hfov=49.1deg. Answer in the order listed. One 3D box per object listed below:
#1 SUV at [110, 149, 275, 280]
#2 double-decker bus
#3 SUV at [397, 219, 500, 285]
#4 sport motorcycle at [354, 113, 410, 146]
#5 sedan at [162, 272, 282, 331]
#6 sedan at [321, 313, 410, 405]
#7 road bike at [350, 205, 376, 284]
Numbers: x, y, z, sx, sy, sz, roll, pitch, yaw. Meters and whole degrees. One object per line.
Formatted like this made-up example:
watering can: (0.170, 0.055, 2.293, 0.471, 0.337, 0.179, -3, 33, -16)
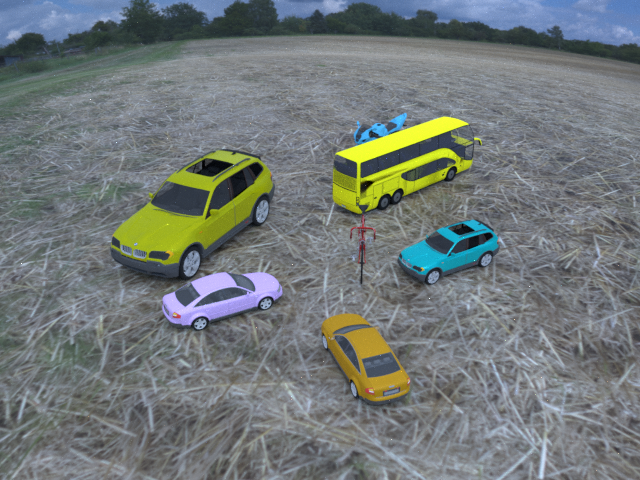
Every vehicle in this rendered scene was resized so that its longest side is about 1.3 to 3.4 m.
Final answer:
SUV: (-1.876, -0.501, 10.763, 1.276, 1.128, 3.058, 14, 32, 24)
double-decker bus: (1.589, -1.397, 12.478, 3.251, 1.052, 0.756, -23, 36, -36)
SUV: (1.883, 0.129, 10.184, 1.572, 0.580, 0.656, -15, 32, -26)
sport motorcycle: (1.175, -1.985, 13.790, 1.520, 0.821, 0.506, -24, 37, -37)
sedan: (-1.267, 0.713, 9.220, 1.613, 0.483, 0.635, -15, 32, -25)
sedan: (0.495, 1.287, 8.171, 0.635, 0.483, 1.613, -10, 30, -18)
road bike: (0.618, -0.018, 10.169, 0.358, 0.852, 1.545, 2, 29, 3)
